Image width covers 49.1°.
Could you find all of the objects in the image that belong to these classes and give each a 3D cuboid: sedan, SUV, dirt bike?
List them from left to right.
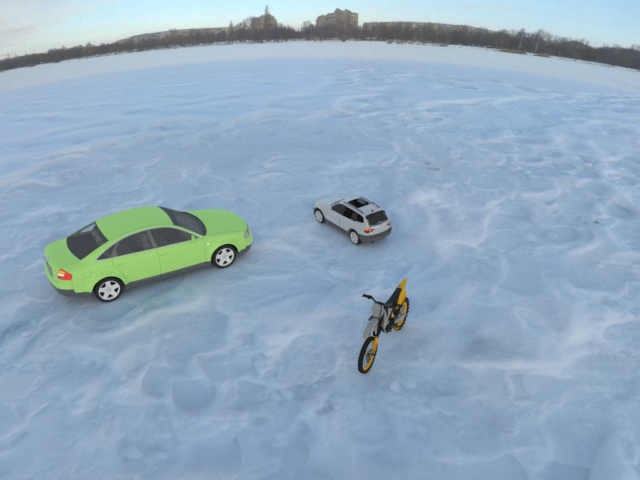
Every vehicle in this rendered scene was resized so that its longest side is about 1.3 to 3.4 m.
[{"bbox_3d":[-2.530,0.022,10.604,3.137,0.940,1.235,-16,33,-27],"label":"sedan"},{"bbox_3d":[0.532,-0.444,11.828,0.656,0.580,1.572,-20,34,-32],"label":"SUV"},{"bbox_3d":[0.835,1.027,8.859,0.527,0.857,1.493,15,32,25],"label":"dirt bike"}]
